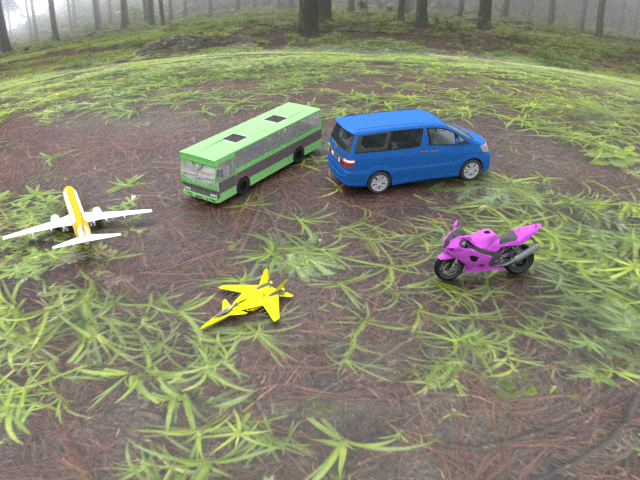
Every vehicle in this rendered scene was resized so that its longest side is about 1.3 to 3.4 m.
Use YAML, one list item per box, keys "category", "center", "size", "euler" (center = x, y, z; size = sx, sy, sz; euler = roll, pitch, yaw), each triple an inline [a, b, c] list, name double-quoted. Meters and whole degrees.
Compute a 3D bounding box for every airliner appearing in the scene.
- category: "airliner"
  center: [-3.883, -0.543, 11.115]
  size: [2.257, 0.835, 2.541]
  euler: [-12, 31, -21]

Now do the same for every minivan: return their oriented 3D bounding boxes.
- category: "minivan"
  center: [1.684, -1.726, 12.876]
  size: [3.011, 1.197, 1.324]
  euler: [-9, 30, -16]

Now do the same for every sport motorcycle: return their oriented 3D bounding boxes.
- category: "sport motorcycle"
  center: [2.353, 0.156, 9.870]
  size: [1.520, 0.821, 0.506]
  euler: [-5, 29, -9]

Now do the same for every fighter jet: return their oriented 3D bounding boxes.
- category: "fighter jet"
  center: [-1.038, 0.811, 9.240]
  size: [1.147, 0.286, 1.358]
  euler: [25, 38, 37]

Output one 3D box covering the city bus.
- category: "city bus"
  center: [-1.188, -1.663, 13.073]
  size: [0.926, 0.894, 3.255]
  euler: [18, 34, 29]
